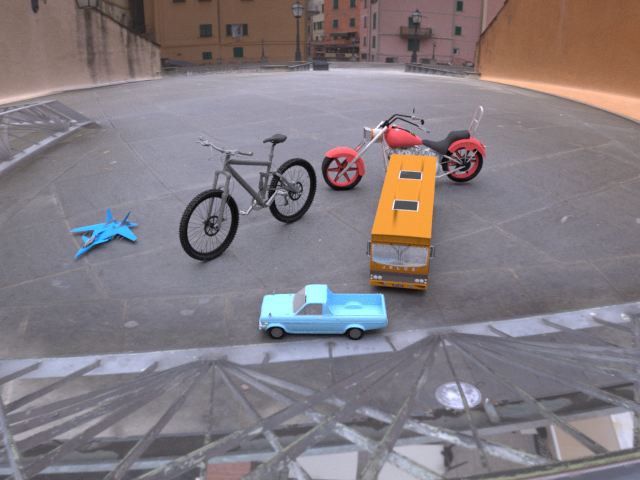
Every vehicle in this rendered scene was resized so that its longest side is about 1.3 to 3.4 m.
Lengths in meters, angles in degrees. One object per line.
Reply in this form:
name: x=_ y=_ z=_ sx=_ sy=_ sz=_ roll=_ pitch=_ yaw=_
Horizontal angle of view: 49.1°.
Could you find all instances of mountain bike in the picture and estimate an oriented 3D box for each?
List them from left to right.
mountain bike: x=-1.032 y=-0.782 z=10.737 sx=1.114 sy=1.688 sz=2.857 roll=21 pitch=33 yaw=36

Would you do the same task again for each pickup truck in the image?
pickup truck: x=0.039 y=0.867 z=8.729 sx=1.603 sy=0.511 sz=0.640 roll=0 pitch=26 yaw=1

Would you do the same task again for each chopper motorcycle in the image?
chopper motorcycle: x=1.547 y=-1.675 z=12.778 sx=3.040 sy=1.480 sz=0.906 roll=-3 pitch=26 yaw=-6

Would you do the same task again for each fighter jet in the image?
fighter jet: x=-3.453 y=-0.098 z=10.934 sx=1.147 sy=0.286 sz=1.358 roll=7 pitch=27 yaw=15

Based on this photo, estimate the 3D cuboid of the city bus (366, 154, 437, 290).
city bus: x=1.332 y=-0.358 z=10.773 sx=0.926 sy=0.894 sz=3.255 roll=4 pitch=27 yaw=9
